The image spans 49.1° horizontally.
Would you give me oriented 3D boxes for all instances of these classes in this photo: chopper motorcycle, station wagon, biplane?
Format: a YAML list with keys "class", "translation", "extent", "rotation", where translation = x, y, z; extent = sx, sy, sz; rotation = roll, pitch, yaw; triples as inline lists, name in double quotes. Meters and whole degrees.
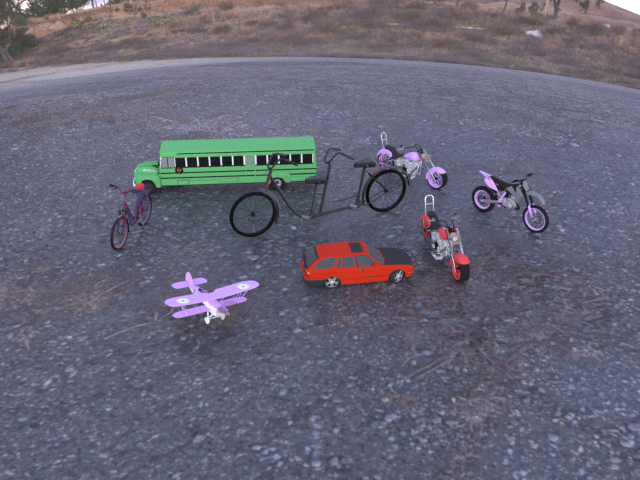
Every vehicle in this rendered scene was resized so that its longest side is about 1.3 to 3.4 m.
- class: "chopper motorcycle"
  translation: [1.835, -0.038, 10.294]
  extent: [0.466, 0.761, 1.563]
  rotation: [-7, 29, -12]
- class: "chopper motorcycle"
  translation: [1.698, -1.475, 12.998]
  extent: [1.563, 0.761, 0.466]
  rotation: [24, 36, 37]
- class: "station wagon"
  translation: [0.539, 0.304, 9.956]
  extent: [1.597, 0.473, 0.682]
  rotation: [-4, 28, -8]
- class: "biplane"
  translation: [-1.456, 0.742, 9.100]
  extent: [1.336, 0.504, 1.090]
  rotation: [-21, 34, -34]

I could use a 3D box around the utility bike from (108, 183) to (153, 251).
- class: "utility bike"
  translation: [-2.894, -0.481, 10.930]
  extent: [0.535, 0.946, 1.435]
  rotation: [6, 29, 11]

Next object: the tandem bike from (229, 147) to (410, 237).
- class: "tandem bike"
  translation: [0.068, -0.856, 11.231]
  extent: [3.192, 1.326, 0.550]
  rotation: [-12, 30, -21]

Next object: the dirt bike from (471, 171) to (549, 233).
- class: "dirt bike"
  translation: [3.104, -0.684, 11.406]
  extent: [0.527, 0.857, 1.493]
  rotation: [-22, 35, -35]

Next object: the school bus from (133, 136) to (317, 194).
- class: "school bus"
  translation: [-1.725, -1.384, 12.738]
  extent: [3.322, 0.844, 0.709]
  rotation: [-2, 28, -4]
